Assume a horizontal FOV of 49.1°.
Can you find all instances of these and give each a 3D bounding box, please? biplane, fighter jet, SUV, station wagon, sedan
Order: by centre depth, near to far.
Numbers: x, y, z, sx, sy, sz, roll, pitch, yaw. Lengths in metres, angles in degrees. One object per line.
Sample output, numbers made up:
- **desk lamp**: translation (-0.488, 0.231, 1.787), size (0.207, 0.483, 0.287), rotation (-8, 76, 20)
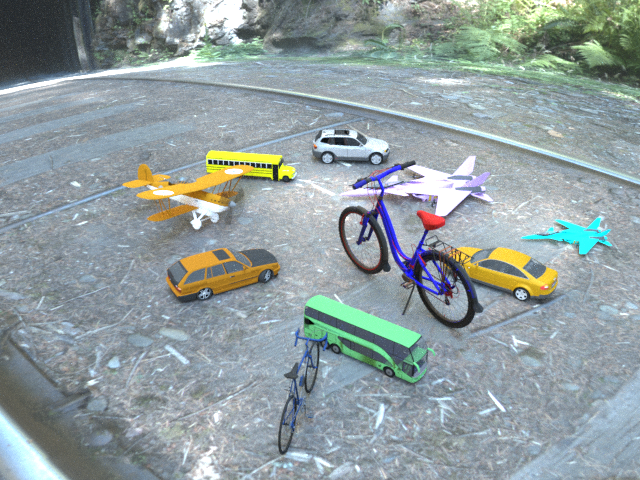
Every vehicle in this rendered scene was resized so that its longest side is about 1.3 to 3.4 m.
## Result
- **station wagon**: translation (-1.354, 0.401, 9.926), size (1.597, 0.473, 0.682), rotation (-15, 32, -25)
- **sedan**: translation (2.552, 0.386, 9.943), size (1.613, 0.483, 0.635), rotation (18, 33, 30)
- **fighter jet**: translation (3.861, -0.122, 11.089), size (1.358, 0.286, 1.147), rotation (-1, 28, -2)
- **biplane**: translation (-2.209, -0.792, 11.599), size (2.120, 0.981, 2.598), rotation (16, 32, 27)
- **fighter jet**: translation (1.648, -1.031, 12.487), size (2.640, 0.557, 2.229), rotation (-4, 29, -7)
- **SUV**: translation (0.620, -1.901, 14.070), size (1.572, 0.580, 0.656), rotation (1, 28, 3)

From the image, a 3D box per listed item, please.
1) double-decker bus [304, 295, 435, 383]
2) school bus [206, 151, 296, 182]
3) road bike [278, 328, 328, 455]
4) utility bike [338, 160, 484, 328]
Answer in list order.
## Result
- **double-decker bus**: translation (0.549, 1.183, 8.409), size (1.672, 0.541, 0.389), rotation (19, 34, 31)
- **school bus**: translation (-1.301, -1.407, 13.311), size (1.708, 0.434, 0.365), rotation (5, 29, 10)
- **road bike**: translation (-0.207, 1.537, 7.429), size (0.358, 0.852, 1.545), rotation (7, 29, 13)
- **utility bike**: translation (1.034, 0.027, 9.182), size (1.039, 1.839, 2.791), rotation (-19, 34, -32)
